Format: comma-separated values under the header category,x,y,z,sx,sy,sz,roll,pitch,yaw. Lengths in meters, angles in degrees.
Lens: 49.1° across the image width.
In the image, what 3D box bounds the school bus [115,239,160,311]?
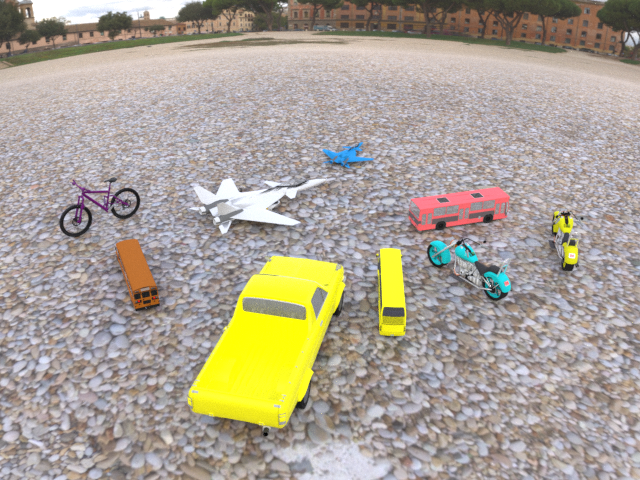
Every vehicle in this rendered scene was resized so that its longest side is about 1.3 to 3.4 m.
category,x,y,z,sx,sy,sz,roll,pitch,yaw
school bus,-2.715,0.445,10.292,0.365,0.434,1.708,-12,32,-20

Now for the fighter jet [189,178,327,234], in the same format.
category,x,y,z,sx,sy,sz,roll,pitch,yaw
fighter jet,-0.911,-0.889,12.479,2.640,0.557,2.229,-21,36,-32

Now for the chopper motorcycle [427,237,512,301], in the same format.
category,x,y,z,sx,sy,sz,roll,pitch,yaw
chopper motorcycle,2.158,0.298,10.219,0.466,0.761,1.563,-20,35,-30

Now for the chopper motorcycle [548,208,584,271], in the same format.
category,x,y,z,sx,sy,sz,roll,pitch,yaw
chopper motorcycle,3.838,-0.132,10.964,0.466,0.761,1.563,5,30,8

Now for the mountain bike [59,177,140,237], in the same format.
category,x,y,z,sx,sy,sz,roll,pitch,yaw
mountain bike,-3.674,-0.606,11.678,1.469,0.868,0.573,-26,39,-37

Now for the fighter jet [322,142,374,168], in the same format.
category,x,y,z,sx,sy,sz,roll,pitch,yaw
fighter jet,0.620,-1.870,14.451,1.147,0.286,1.358,14,33,23

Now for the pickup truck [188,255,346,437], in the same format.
category,x,y,z,sx,sy,sz,roll,pitch,yaw
pickup truck,-0.533,1.060,8.668,1.244,0.993,3.117,7,31,12

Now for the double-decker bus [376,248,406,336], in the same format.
category,x,y,z,sx,sy,sz,roll,pitch,yaw
double-decker bus,0.991,0.675,9.787,0.389,0.541,1.672,2,30,3

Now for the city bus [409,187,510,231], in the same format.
category,x,y,z,sx,sy,sz,roll,pitch,yaw
city bus,2.370,-0.515,11.929,1.674,0.460,0.476,-8,31,-14
